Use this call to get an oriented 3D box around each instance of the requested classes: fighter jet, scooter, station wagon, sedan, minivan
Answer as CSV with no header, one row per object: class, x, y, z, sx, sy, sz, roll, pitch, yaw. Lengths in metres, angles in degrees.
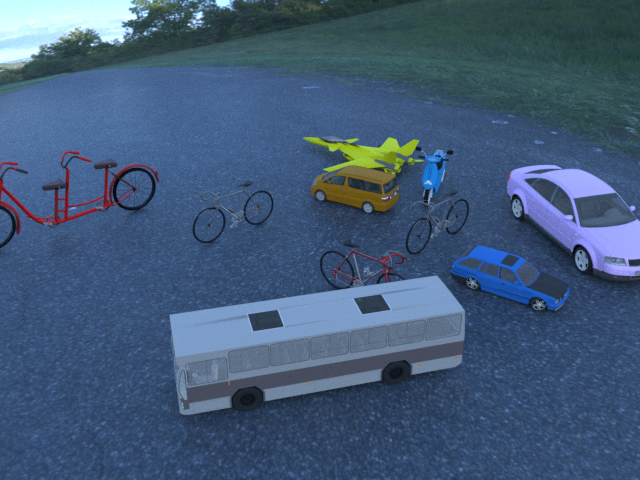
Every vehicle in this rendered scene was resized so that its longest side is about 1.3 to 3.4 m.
fighter jet,0.664,-1.902,13.989,2.640,0.557,2.229,21,35,34
scooter,2.023,-1.250,12.422,0.662,0.919,1.399,9,30,16
station wagon,2.639,0.492,9.700,1.597,0.473,0.682,18,34,30
sedan,4.074,-0.440,10.918,1.235,0.940,3.137,-8,30,-14
minivan,0.585,-0.940,12.171,1.548,0.616,0.681,16,32,27

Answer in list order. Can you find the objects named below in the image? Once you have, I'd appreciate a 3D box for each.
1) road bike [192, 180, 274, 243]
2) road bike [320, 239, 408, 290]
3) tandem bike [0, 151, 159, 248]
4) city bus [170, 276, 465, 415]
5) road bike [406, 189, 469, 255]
road bike,-1.361,-0.488,11.098,1.545,0.852,0.358,-22,36,-35
road bike,0.611,0.448,9.387,1.545,0.852,0.358,20,35,33
tandem bike,-4.044,-0.770,11.120,3.192,1.326,0.550,-20,35,-32
city bus,-0.019,1.192,7.982,3.255,0.894,0.926,-7,30,-13
road bike,1.841,-0.325,10.800,1.545,0.852,0.358,-24,37,-37
